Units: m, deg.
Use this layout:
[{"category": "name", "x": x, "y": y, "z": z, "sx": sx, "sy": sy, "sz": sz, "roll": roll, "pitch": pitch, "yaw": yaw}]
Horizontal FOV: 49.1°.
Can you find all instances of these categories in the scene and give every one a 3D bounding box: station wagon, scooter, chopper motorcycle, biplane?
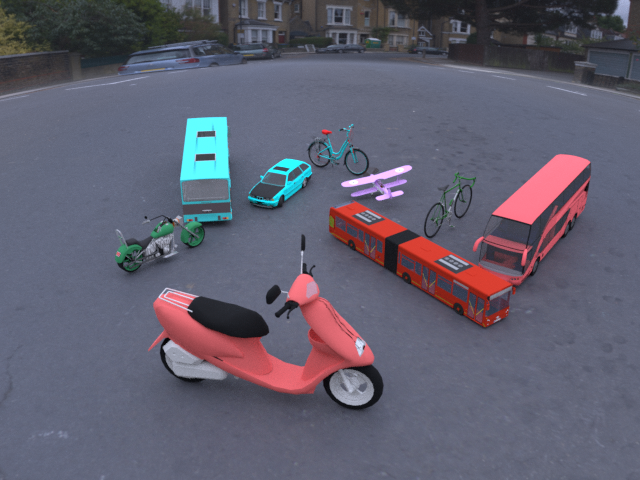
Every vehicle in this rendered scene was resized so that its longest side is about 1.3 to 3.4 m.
[{"category": "station wagon", "x": -0.727, "y": -1.084, "z": 12.899, "sx": 0.682, "sy": 0.473, "sz": 1.597, "roll": 12, "pitch": 30, "yaw": 22}, {"category": "scooter", "x": -0.633, "y": 0.962, "z": 7.615, "sx": 2.721, "sy": 1.786, "sz": 1.288, "roll": 7, "pitch": 29, "yaw": 12}, {"category": "chopper motorcycle", "x": -2.411, "y": -0.045, "z": 10.622, "sx": 0.466, "sy": 0.761, "sz": 1.563, "roll": 24, "pitch": 36, "yaw": 37}, {"category": "biplane", "x": 1.077, "y": -0.960, "z": 12.630, "sx": 1.336, "sy": 0.504, "sz": 1.090, "roll": -8, "pitch": 29, "yaw": -14}]

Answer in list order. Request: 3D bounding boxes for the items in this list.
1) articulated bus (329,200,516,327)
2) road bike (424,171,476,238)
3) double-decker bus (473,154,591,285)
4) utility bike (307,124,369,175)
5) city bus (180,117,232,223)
[{"category": "articulated bus", "x": 1.342, "y": 0.250, "z": 10.276, "sx": 0.605, "sy": 0.561, "sz": 3.401, "roll": -19, "pitch": 33, "yaw": -32}, {"category": "road bike", "x": 2.147, "y": -0.601, "z": 11.578, "sx": 0.358, "sy": 0.852, "sz": 1.545, "roll": 21, "pitch": 34, "yaw": 34}, {"category": "double-decker bus", "x": 3.399, "y": -0.362, "z": 10.910, "sx": 0.756, "sy": 1.052, "sz": 3.251, "roll": 18, "pitch": 33, "yaw": 30}, {"category": "utility bike", "x": 0.362, "y": -1.829, "z": 13.805, "sx": 1.435, "sy": 0.946, "sz": 0.535, "roll": 16, "pitch": 32, "yaw": 27}, {"category": "city bus", "x": -2.071, "y": -1.333, "z": 12.920, "sx": 0.926, "sy": 0.894, "sz": 3.255, "roll": -3, "pitch": 28, "yaw": -7}]
